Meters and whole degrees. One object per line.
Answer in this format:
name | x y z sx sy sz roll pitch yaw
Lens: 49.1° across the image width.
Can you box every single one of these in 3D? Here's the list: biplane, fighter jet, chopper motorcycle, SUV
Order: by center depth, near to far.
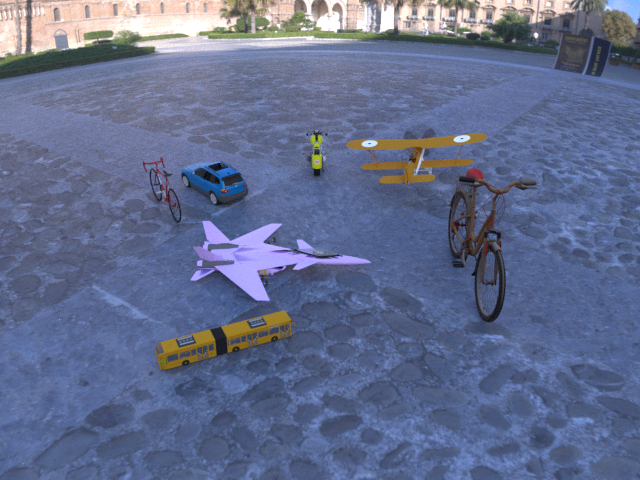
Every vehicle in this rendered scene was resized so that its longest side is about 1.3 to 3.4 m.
fighter jet | -0.546 0.165 10.523 2.640 0.557 2.229 1 30 2
SUV | -1.944 -1.145 12.800 0.656 0.580 1.572 -22 37 -34
biplane | 1.688 -1.453 12.938 2.598 0.981 2.120 7 30 12
chopper motorcycle | -0.062 -1.832 13.825 0.466 0.761 1.563 0 30 -1

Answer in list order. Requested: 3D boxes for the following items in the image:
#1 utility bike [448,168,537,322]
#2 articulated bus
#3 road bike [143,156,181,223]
utility bike | 2.302 -0.204 9.876 1.039 1.839 2.791 -2 30 -3
articulated bus | -1.187 1.259 8.872 1.749 0.289 0.311 -13 32 -21
road bike | -2.693 -0.895 12.087 0.358 0.852 1.545 -16 33 -26
